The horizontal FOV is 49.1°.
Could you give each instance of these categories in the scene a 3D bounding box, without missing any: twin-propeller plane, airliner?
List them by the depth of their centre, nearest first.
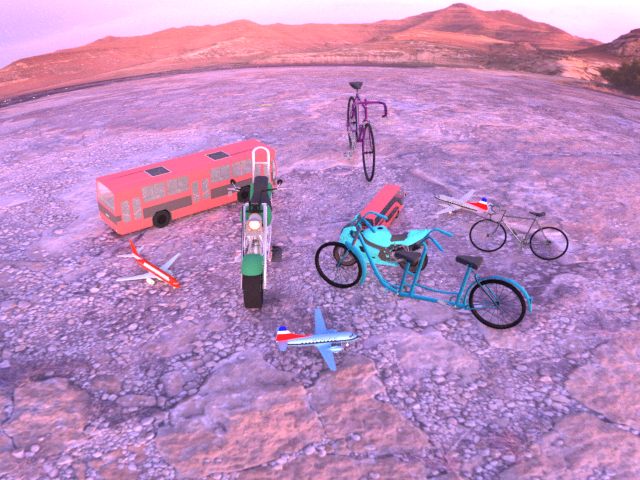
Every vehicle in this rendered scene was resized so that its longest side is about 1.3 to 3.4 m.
[{"bbox_3d":[-0.028,1.248,9.082,1.095,0.407,1.370,-4,28,-8],"label":"twin-propeller plane"},{"bbox_3d":[-2.542,0.373,10.699,1.307,0.429,1.161,24,37,38],"label":"airliner"},{"bbox_3d":[2.559,-0.702,12.739,1.095,0.407,1.370,21,35,34],"label":"twin-propeller plane"}]

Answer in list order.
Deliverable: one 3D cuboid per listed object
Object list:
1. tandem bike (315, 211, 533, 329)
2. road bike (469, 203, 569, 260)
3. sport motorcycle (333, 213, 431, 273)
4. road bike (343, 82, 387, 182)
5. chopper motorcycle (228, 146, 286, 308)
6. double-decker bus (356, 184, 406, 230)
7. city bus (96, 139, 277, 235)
[{"bbox_3d":[1.354,0.389,9.718,3.192,1.326,0.550,13,31,23],"label":"tandem bike"},{"bbox_3d":[3.178,-0.118,11.172,1.545,0.852,0.358,8,29,14],"label":"road bike"},{"bbox_3d":[0.949,0.092,10.810,1.520,0.821,0.506,6,29,10],"label":"sport motorcycle"},{"bbox_3d":[0.836,-2.380,14.558,0.696,1.656,3.004,-4,28,-7],"label":"road bike"},{"bbox_3d":[-0.967,-0.265,10.780,0.906,1.480,3.040,-1,28,-1],"label":"chopper motorcycle"},{"bbox_3d":[1.068,-0.483,12.186,0.389,0.541,1.672,12,30,21],"label":"double-decker bus"},{"bbox_3d":[-2.340,-0.985,12.752,3.255,0.894,0.926,-20,34,-33],"label":"city bus"}]
